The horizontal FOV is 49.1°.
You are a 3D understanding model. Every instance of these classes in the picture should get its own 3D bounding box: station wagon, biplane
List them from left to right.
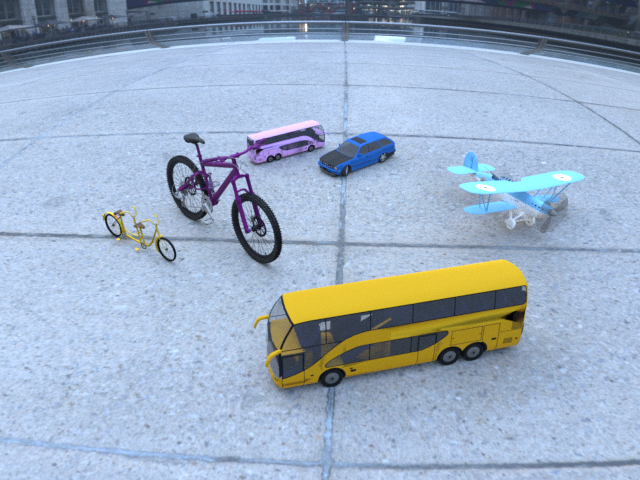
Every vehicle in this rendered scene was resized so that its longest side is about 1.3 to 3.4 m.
[{"bbox_3d":[0.699,-1.670,13.274,1.597,0.473,0.682,-23,39,-33],"label":"station wagon"},{"bbox_3d":[3.070,-0.829,11.419,2.598,0.981,2.120,-18,36,-26],"label":"biplane"}]

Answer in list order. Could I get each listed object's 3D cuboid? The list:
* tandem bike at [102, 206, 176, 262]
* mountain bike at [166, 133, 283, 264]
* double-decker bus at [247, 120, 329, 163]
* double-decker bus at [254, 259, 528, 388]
[{"bbox_3d":[-2.774,-0.172,10.634,1.642,0.682,0.283,21,37,30],"label":"tandem bike"},{"bbox_3d":[-1.546,-0.760,10.632,1.114,1.688,2.857,-26,40,-36],"label":"mountain bike"},{"bbox_3d":[-0.624,-1.925,13.626,1.672,0.541,0.389,-19,36,-28],"label":"double-decker bus"},{"bbox_3d":[0.875,1.000,8.373,3.251,1.052,0.756,-8,32,-13],"label":"double-decker bus"}]
